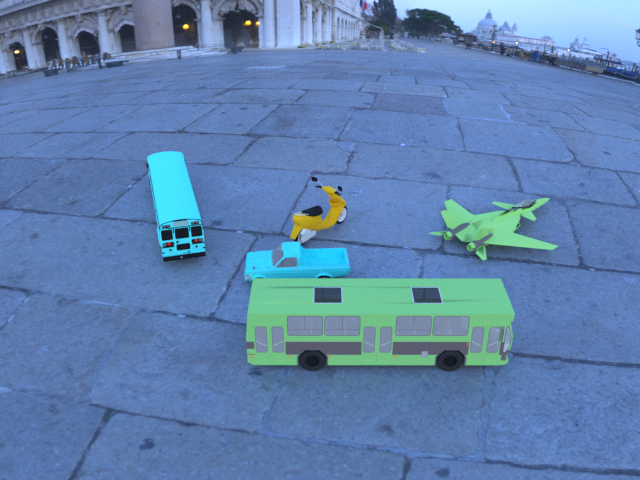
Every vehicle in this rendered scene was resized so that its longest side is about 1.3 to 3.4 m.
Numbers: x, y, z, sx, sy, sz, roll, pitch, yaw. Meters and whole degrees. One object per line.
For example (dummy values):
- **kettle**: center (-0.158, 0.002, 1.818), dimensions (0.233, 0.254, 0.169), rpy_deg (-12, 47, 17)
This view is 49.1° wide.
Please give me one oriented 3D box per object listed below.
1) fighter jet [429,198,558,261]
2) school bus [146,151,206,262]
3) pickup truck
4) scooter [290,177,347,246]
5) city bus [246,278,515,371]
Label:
- **fighter jet**: center (3.178, -0.477, 11.933), dimensions (2.640, 0.557, 2.229), rpy_deg (-23, 37, -34)
- **school bus**: center (-2.536, -0.720, 12.069), dimensions (0.709, 0.844, 3.322), rpy_deg (-8, 31, -14)
- **pickup truck**: center (-0.347, 0.335, 10.561), dimensions (1.603, 0.511, 0.640), rpy_deg (-2, 30, -3)
- **scooter**: center (0.008, -0.498, 11.604), dimensions (0.662, 0.919, 1.399), rpy_deg (23, 37, 35)
- **city bus**: center (0.724, 1.070, 8.891), dimensions (3.255, 0.894, 0.926), rpy_deg (0, 30, 0)
